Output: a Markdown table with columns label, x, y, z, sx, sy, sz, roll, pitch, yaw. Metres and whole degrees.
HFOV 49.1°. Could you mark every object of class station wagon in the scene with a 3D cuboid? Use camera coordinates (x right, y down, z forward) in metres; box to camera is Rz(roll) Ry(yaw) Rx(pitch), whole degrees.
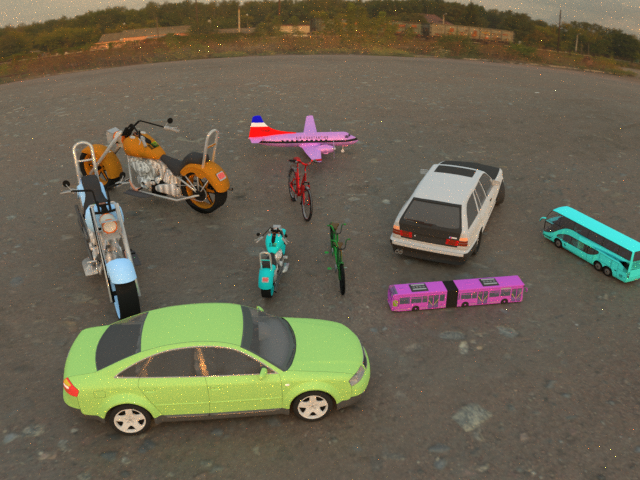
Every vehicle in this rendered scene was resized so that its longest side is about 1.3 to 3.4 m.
| label | x | y | z | sx | sy | sz | roll | pitch | yaw |
| --- | --- | --- | --- | --- | --- | --- | --- | --- | --- |
| station wagon | 2.073 | -0.679 | 10.848 | 1.327 | 0.920 | 3.105 | 11 | 30 | 20 |

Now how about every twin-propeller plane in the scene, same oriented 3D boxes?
| label | x | y | z | sx | sy | sz | roll | pitch | yaw |
| --- | --- | --- | --- | --- | --- | --- | --- | --- | --- |
| twin-propeller plane | -0.314 | -2.046 | 13.561 | 2.129 | 0.792 | 2.663 | -2 | 28 | -3 |

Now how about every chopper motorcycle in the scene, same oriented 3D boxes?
| label | x | y | z | sx | sy | sz | roll | pitch | yaw |
| --- | --- | --- | --- | --- | --- | --- | --- | --- | --- |
| chopper motorcycle | -2.793 | -1.314 | 11.448 | 3.040 | 1.480 | 0.906 | 14 | 31 | 25 |
| chopper motorcycle | -2.877 | -0.183 | 9.319 | 0.906 | 1.480 | 3.040 | -12 | 30 | -21 |
| chopper motorcycle | -0.622 | 0.155 | 9.447 | 0.466 | 0.761 | 1.563 | 2 | 28 | 4 |

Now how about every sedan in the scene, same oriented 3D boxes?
| label | x | y | z | sx | sy | sz | roll | pitch | yaw |
| --- | --- | --- | --- | --- | --- | --- | --- | --- | --- |
| sedan | -1.038 | 1.213 | 7.265 | 3.137 | 0.940 | 1.235 | -3 | 28 | -5 |

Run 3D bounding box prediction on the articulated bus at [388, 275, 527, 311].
| label | x | y | z | sx | sy | sz | roll | pitch | yaw |
| --- | --- | --- | --- | --- | --- | --- | --- | --- | --- |
| articulated bus | 1.749 | 0.684 | 8.955 | 1.749 | 0.289 | 0.311 | -4 | 28 | -7 |

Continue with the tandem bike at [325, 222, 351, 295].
| label | x | y | z | sx | sy | sz | roll | pitch | yaw |
| --- | --- | --- | --- | --- | --- | --- | --- | --- | --- |
| tandem bike | 0.238 | 0.110 | 9.617 | 0.283 | 0.682 | 1.642 | -2 | 28 | -4 |

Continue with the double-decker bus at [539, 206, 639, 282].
| label | x | y | z | sx | sy | sz | roll | pitch | yaw |
| --- | --- | --- | --- | --- | --- | --- | --- | --- | --- |
| double-decker bus | 3.852 | 0.018 | 9.941 | 0.389 | 0.541 | 1.672 | -14 | 31 | -24 |

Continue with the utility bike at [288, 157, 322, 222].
| label | x | y | z | sx | sy | sz | roll | pitch | yaw |
| --- | --- | --- | --- | --- | --- | --- | --- | --- | --- |
| utility bike | -0.280 | -0.945 | 11.324 | 0.535 | 0.946 | 1.435 | -8 | 29 | -15 |
